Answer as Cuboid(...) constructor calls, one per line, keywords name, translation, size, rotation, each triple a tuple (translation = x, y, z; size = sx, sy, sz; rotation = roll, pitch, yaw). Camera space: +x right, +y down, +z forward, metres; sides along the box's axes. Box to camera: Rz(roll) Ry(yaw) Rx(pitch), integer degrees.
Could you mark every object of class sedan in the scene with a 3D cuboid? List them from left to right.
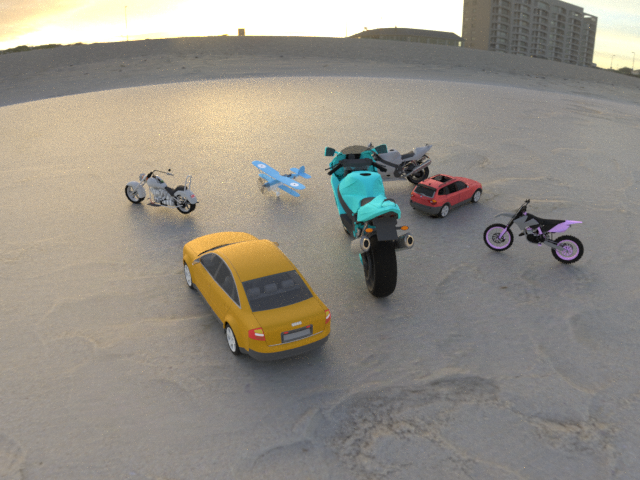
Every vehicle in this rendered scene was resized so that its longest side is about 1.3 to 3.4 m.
Cuboid(name="sedan", translation=(-0.943, 0.499, 9.210), size=(1.235, 0.940, 3.137), rotation=(-12, 28, -24))

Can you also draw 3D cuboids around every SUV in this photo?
Cuboid(name="SUV", translation=(2.272, -0.881, 12.497), size=(1.572, 0.580, 0.656), rotation=(-23, 34, -39))

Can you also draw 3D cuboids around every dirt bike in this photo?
Cuboid(name="dirt bike", translation=(3.236, -0.119, 10.591), size=(1.493, 0.857, 0.527), rotation=(10, 28, 21))

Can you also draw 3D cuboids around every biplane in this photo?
Cuboid(name="biplane", translation=(-0.660, -1.125, 13.093), size=(1.336, 0.504, 1.090), rotation=(23, 34, 39))

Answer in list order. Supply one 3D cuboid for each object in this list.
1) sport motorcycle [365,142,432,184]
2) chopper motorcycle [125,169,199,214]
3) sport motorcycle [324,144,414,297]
Cuboid(name="sport motorcycle", translation=(1.390, -1.422, 13.345), size=(1.520, 0.821, 0.506), rotation=(-5, 26, -10))
Cuboid(name="chopper motorcycle", translation=(-2.831, -0.905, 12.338), size=(1.563, 0.761, 0.466), rotation=(13, 29, 26))
Cuboid(name="sport motorcycle", translation=(0.665, -0.390, 10.303), size=(0.983, 1.596, 2.955), rotation=(-4, 26, -8))
